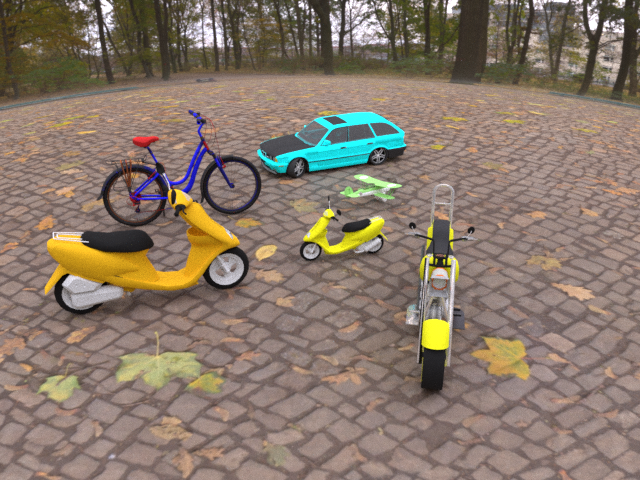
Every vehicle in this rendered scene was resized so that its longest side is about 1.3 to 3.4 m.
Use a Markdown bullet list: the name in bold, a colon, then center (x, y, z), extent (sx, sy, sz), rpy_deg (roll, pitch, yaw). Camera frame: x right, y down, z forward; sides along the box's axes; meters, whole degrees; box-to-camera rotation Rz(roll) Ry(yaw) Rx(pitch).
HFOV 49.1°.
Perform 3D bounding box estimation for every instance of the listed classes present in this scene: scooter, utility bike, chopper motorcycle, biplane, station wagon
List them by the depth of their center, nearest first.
- **chopper motorcycle**: center (1.467, 0.476, 8.716), extent (0.906, 1.480, 3.040), rpy_deg (4, 26, 9)
- **scooter**: center (-2.287, 0.031, 9.287), extent (2.721, 1.786, 1.288), rpy_deg (-9, 27, -18)
- **scooter**: center (0.369, -0.159, 10.682), extent (1.399, 0.919, 0.662), rpy_deg (-6, 26, -13)
- **utility bike**: center (-2.393, -1.230, 11.845), extent (2.791, 1.839, 1.039), rpy_deg (-8, 27, -16)
- **biplane**: center (0.897, -0.908, 12.713), extent (1.090, 0.504, 1.336), rpy_deg (-14, 29, -27)
- **station wagon**: center (0.238, -2.058, 14.623), extent (3.105, 0.920, 1.327), rpy_deg (-11, 28, -22)
